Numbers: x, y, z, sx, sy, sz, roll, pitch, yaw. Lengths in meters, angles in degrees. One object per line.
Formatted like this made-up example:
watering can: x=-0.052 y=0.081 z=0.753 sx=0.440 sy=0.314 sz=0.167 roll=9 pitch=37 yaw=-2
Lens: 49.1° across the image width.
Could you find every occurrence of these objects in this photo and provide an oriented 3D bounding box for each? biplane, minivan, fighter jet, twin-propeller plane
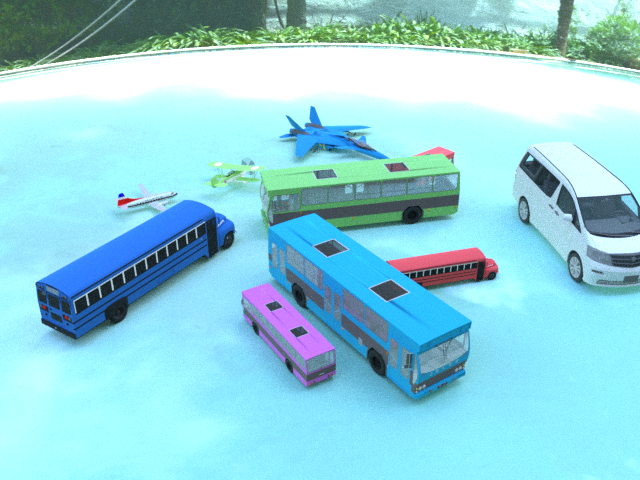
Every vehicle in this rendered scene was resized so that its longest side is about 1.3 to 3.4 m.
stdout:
biplane: x=-1.635 y=-1.168 z=12.816 sx=1.336 sy=0.504 sz=1.090 roll=18 pitch=34 yaw=29
minivan: x=4.091 y=-0.464 z=10.885 sx=1.324 sy=1.197 sz=3.011 roll=-5 pitch=30 yaw=-8
fighter jet: x=0.470 y=-2.125 z=14.437 sx=2.640 sy=0.557 sz=2.229 roll=24 pitch=38 yaw=36
twin-propeller plane: x=-2.987 y=-0.737 z=12.160 sx=1.095 sy=0.407 sz=1.370 roll=-18 pitch=34 yaw=-28

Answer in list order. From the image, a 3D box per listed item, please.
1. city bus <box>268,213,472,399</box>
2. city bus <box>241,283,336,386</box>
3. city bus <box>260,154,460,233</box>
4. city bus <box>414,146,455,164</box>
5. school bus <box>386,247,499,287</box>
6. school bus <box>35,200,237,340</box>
city bus: x=0.492 y=0.749 z=9.068 sx=0.926 sy=0.894 sz=3.255 roll=-19 pitch=35 yaw=-29
city bus: x=-0.423 y=1.166 z=8.775 sx=0.476 sy=0.460 sz=1.674 roll=-17 pitch=34 yaw=-27
city bus: x=0.658 y=-0.749 z=11.689 sx=3.255 sy=0.894 sz=0.926 roll=-7 pitch=30 yaw=-11
city bus: x=1.806 y=-1.276 z=13.048 sx=1.674 sy=0.460 sz=0.476 roll=-23 pitch=37 yaw=-35
school bus: x=1.785 y=0.420 z=10.107 sx=1.708 sy=0.434 sz=0.365 roll=-8 pitch=31 yaw=-14
school bus: x=-2.434 y=0.250 z=9.992 sx=0.709 sy=0.844 sz=3.322 roll=18 pitch=34 yaw=28
